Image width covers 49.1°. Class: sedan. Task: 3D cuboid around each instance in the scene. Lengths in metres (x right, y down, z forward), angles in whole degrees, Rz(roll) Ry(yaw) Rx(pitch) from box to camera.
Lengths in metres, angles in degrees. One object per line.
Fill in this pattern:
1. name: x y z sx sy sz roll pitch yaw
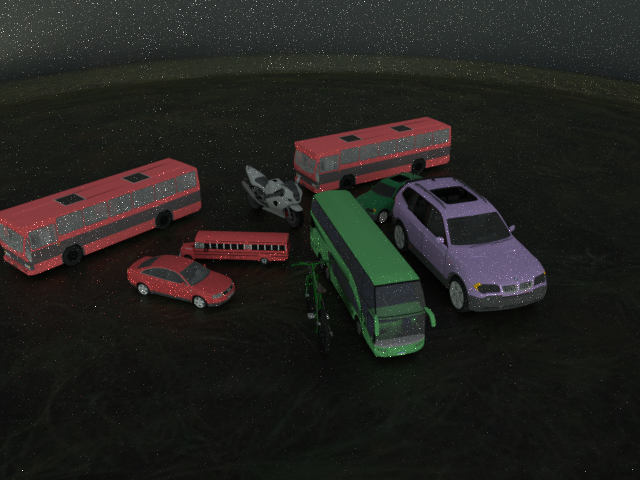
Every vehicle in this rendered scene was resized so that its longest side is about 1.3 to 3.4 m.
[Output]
1. sedan: -1.975 0.532 9.934 1.613 0.483 0.635 11 28 20

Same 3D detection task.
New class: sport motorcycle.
1. sport motorcycle: -0.796 -0.756 12.141 0.506 0.821 1.520 -22 34 -37

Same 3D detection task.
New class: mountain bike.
1. mountain bike: -0.045 0.791 8.981 0.573 0.868 1.469 -5 27 -10

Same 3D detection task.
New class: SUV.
1. SUV: 1.280 -0.797 12.492 1.572 0.580 0.656 -21 33 -35
2. SUV: 2.106 -0.043 10.364 1.276 1.128 3.058 -8 28 -16

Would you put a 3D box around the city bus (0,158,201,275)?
1. city bus: -3.465 -0.426 11.395 0.926 0.894 3.255 22 34 36

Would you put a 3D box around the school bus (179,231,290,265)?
1. school bus: -1.324 0.109 10.837 1.708 0.434 0.365 2 27 3

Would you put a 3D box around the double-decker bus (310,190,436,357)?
1. double-decker bus: 0.577 0.374 9.613 0.756 1.052 3.251 -7 27 -14

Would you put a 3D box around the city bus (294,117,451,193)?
1. city bus: 1.090 -1.691 13.935 3.255 0.894 0.926 -15 30 -28
